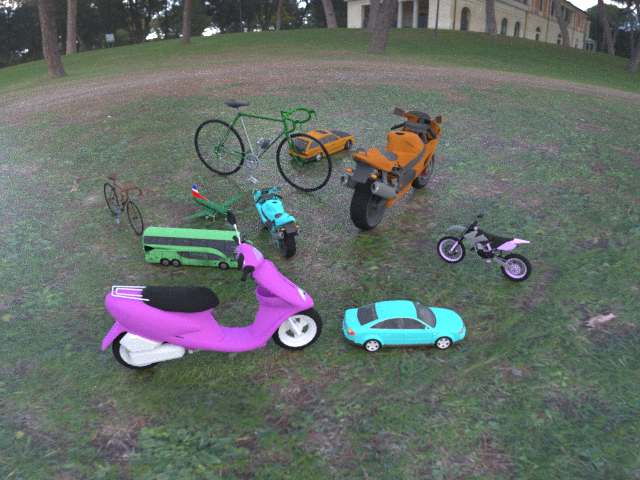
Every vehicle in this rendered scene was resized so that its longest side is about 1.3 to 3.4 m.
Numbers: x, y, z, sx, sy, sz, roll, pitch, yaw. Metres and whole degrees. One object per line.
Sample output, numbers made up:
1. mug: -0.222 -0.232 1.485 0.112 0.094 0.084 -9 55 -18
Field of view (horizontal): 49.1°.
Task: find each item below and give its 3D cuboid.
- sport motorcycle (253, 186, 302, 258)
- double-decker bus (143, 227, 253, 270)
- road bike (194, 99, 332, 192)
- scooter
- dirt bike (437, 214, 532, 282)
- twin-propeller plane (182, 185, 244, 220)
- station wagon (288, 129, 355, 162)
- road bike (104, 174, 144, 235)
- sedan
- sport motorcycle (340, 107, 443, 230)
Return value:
1. sport motorcycle: -0.719 -0.327 11.415 0.506 0.821 1.520 -12 31 -20
2. double-decker bus: -1.900 0.123 10.884 1.672 0.541 0.389 3 29 6
3. road bike: -1.144 -1.847 13.321 3.004 1.656 0.697 13 31 22
4. scooter: -1.299 0.729 8.480 2.721 1.786 1.288 -6 29 -10
5. dirt bike: 2.476 0.117 10.566 1.493 0.857 0.527 16 32 27
6. twin-propeller plane: -1.938 -0.654 12.443 1.095 0.407 1.370 25 37 37
7. station wagon: 0.057 -2.110 15.033 0.682 0.473 1.597 24 37 37
8. road bike: -3.391 -0.656 11.985 0.358 0.852 1.545 -21 35 -33
9. sedan: 1.107 1.083 9.190 1.613 0.483 0.635 -1 29 -3
10. sport motorcycle: 1.359 -1.304 12.393 0.983 1.596 2.955 17 33 29
